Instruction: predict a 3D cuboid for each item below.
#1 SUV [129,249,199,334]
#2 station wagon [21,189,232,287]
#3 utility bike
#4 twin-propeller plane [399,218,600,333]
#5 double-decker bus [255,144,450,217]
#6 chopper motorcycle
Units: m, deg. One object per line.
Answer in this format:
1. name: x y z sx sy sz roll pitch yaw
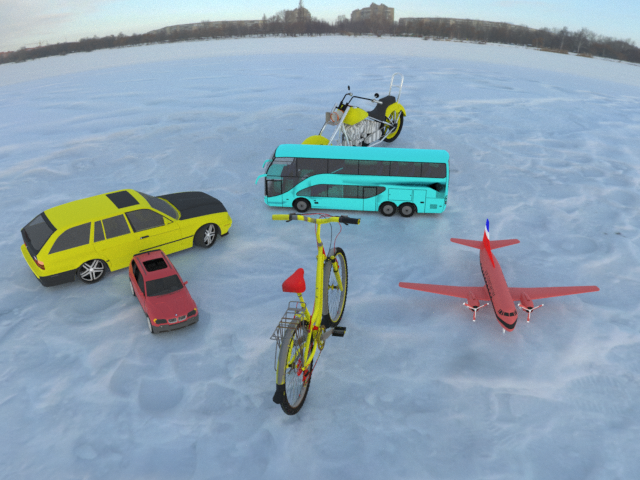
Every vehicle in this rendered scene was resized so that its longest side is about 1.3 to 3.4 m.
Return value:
1. SUV: -2.139 0.653 9.414 0.656 0.580 1.572 -14 32 -23
2. station wagon: -2.883 -0.235 10.668 3.105 0.920 1.327 -18 34 -29
3. utility bike: -0.147 0.658 8.104 1.039 1.839 2.791 8 30 14
4. twin-propeller plane: 2.394 0.480 9.509 2.663 0.792 2.129 1 29 2
5. double-decker bus: 0.560 -1.040 11.988 3.251 1.052 0.756 3 29 5
6. chopper motorcycle: 0.691 -2.306 13.835 0.906 1.480 3.040 24 37 36
